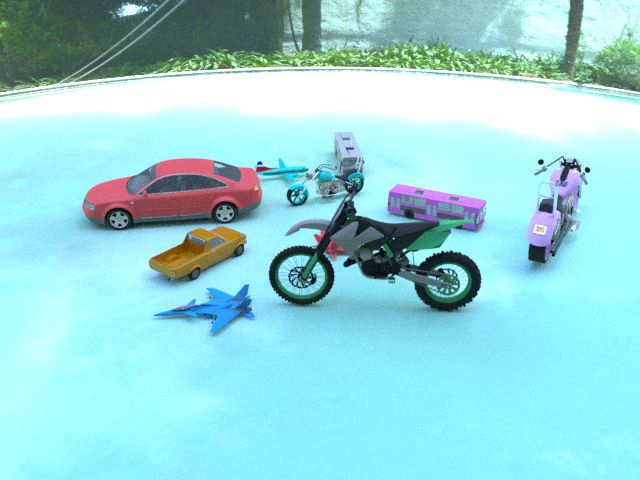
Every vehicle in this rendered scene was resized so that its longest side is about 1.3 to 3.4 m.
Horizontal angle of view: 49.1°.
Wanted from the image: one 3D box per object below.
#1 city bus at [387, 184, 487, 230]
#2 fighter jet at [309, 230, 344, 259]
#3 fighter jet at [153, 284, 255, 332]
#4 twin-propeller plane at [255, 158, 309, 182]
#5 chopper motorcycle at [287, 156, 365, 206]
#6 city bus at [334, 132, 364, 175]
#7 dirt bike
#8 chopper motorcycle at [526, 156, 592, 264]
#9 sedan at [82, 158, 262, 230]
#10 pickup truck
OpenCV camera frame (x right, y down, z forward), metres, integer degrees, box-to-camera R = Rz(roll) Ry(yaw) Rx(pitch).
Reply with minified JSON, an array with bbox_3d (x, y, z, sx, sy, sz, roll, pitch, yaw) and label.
[{"bbox_3d":[2.037,-0.570,12.287,1.674,0.460,0.476,13,30,25],"label":"city bus"},{"bbox_3d":[0.509,-0.092,11.528,1.358,0.286,1.147,-23,35,-38],"label":"fighter jet"},{"bbox_3d":[-1.597,0.890,9.573,1.358,0.286,1.147,-5,27,-10],"label":"fighter jet"},{"bbox_3d":[-0.756,-1.430,14.058,1.095,0.407,1.370,-7,28,-14],"label":"twin-propeller plane"},{"bbox_3d":[0.121,-1.103,13.013,1.563,0.761,0.466,-11,29,-21],"label":"chopper motorcycle"},{"bbox_3d":[0.586,-1.808,14.752,0.476,0.460,1.674,-2,27,-4],"label":"city bus"},{"bbox_3d":[0.739,0.200,9.410,2.903,1.666,1.024,2,27,3],"label":"dirt bike"},{"bbox_3d":[3.938,-0.718,11.446,0.906,1.480,3.040,14,30,25],"label":"chopper motorcycle"},{"bbox_3d":[-2.598,-0.895,12.399,3.137,0.940,1.235,-4,27,-8],"label":"sedan"},{"bbox_3d":[-1.855,0.145,10.807,0.640,0.511,1.603,19,33,34],"label":"pickup truck"}]
